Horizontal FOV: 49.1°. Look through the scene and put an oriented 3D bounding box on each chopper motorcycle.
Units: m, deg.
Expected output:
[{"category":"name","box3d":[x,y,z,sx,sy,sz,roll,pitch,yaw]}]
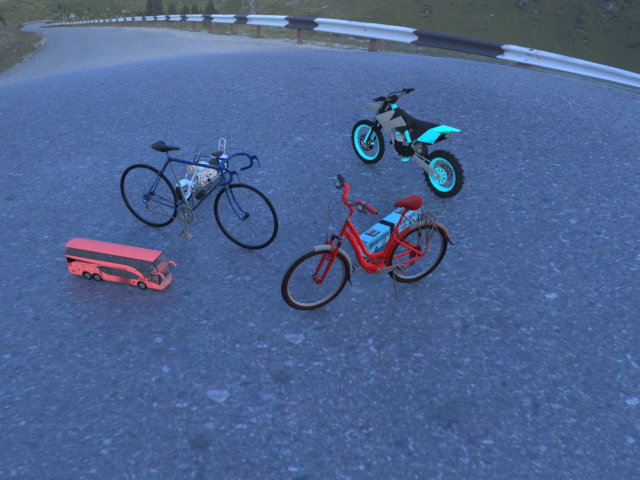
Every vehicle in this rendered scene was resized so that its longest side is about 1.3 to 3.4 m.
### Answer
[{"category":"chopper motorcycle","box3d":[-2.207,-1.326,13.160,0.466,0.761,1.563,15,33,24]}]

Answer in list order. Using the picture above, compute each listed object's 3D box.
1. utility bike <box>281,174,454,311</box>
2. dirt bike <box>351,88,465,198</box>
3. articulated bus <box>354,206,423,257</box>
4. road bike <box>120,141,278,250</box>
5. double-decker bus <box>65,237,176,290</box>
[{"category":"utility bike","box3d":[0.777,0.061,9.669,2.791,1.839,1.039,-13,33,-22]},{"category":"dirt bike","box3d":[1.597,-1.910,13.267,1.024,1.666,2.903,-23,37,-34]},{"category":"articulated bus","box3d":[1.153,-0.205,11.685,0.311,0.289,1.749,20,36,31]},{"category":"road bike","box3d":[-2.023,-0.763,11.285,3.004,1.656,0.697,12,32,21]},{"category":"double-decker bus","box3d":[-2.988,0.358,10.454,1.672,0.541,0.389,9,31,15]}]
